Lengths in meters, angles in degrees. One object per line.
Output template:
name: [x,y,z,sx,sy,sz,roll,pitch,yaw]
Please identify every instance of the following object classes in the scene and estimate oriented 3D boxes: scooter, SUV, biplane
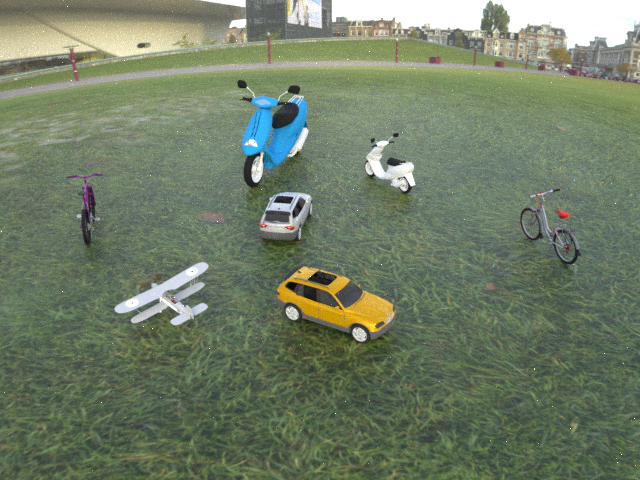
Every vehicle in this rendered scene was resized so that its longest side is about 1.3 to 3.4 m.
scooter: [1.284,-1.454,13.004,0.662,0.919,1.399,-17,31,-31]
SUV: [-0.542,-0.476,11.419,0.656,0.580,1.572,4,27,9]
scooter: [-0.850,-2.242,13.615,1.288,1.786,2.721,10,28,19]
SUV: [0.192,0.772,8.911,1.572,0.580,0.656,14,30,26]
biplane: [-1.915,0.787,8.965,1.336,0.504,1.090,-21,33,-35]

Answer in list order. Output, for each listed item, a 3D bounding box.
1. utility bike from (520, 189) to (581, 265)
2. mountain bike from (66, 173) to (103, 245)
utility bike: [3.428,-0.238,10.531,0.535,0.946,1.435,-10,28,-19]
mountain bike: [-3.732,-0.541,11.226,0.573,0.868,1.469,-5,27,-11]
